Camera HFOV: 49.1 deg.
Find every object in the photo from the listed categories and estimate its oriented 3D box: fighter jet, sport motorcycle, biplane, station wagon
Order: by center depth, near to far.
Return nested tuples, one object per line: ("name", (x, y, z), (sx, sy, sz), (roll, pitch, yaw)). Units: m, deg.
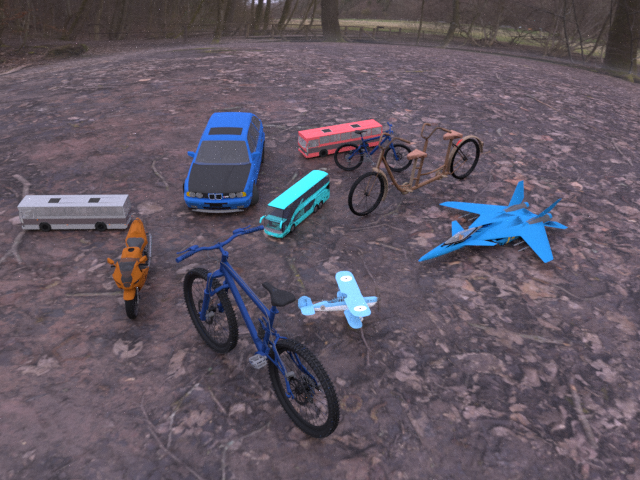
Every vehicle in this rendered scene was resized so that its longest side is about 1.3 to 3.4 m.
("biplane", (0.255, 0.812, 9.046), (1.090, 0.504, 1.336), (-5, 31, -8))
("sport motorcycle", (-2.512, 0.375, 9.481), (0.506, 0.821, 1.520), (-3, 30, -6))
("fighter jet", (2.522, -0.218, 10.755), (2.640, 0.557, 2.229), (-19, 35, -29))
("station wagon", (-1.679, -1.515, 12.612), (1.327, 0.920, 3.105), (0, 30, 0))

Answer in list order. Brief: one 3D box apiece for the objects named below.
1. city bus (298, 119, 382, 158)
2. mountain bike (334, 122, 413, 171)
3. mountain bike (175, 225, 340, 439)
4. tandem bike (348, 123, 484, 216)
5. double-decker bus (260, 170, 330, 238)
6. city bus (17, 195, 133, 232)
("city bus", (0.408, -2.000, 13.899), (1.674, 0.460, 0.476), (-13, 33, -21))
("mountain bike", (0.991, -1.668, 12.927), (1.469, 0.868, 0.573), (1, 30, 2))
("mountain bike", (-0.749, 0.931, 7.671), (1.114, 1.688, 2.857), (-23, 37, -34))
("tandem bike", (1.722, -1.350, 11.930), (3.192, 1.326, 0.550), (-21, 36, -32))
("double-decker bus", (-0.366, -0.587, 11.403), (0.389, 0.541, 1.672), (15, 34, 25))
("city bus", (-3.902, -0.430, 11.214), (1.674, 0.460, 0.476), (0, 30, -1))
